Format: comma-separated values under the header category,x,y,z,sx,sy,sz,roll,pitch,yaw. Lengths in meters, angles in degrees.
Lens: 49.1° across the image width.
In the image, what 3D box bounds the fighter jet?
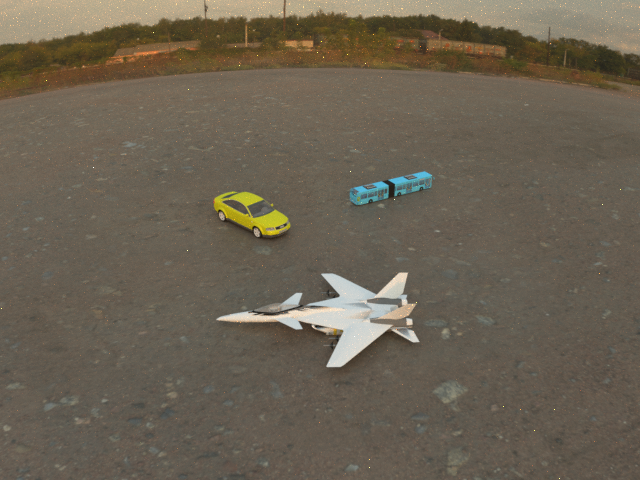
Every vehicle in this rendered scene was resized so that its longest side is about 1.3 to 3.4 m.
category,x,y,z,sx,sy,sz,roll,pitch,yaw
fighter jet,-0.066,0.890,9.305,2.640,0.557,2.229,-1,27,-1

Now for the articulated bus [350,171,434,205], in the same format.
category,x,y,z,sx,sy,sz,roll,pitch,yaw
articulated bus,1.365,-0.981,13.220,1.749,0.289,0.311,-15,31,-26

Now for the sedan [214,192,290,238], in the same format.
category,x,y,z,sx,sy,sz,roll,pitch,yaw
sedan,-1.184,-0.494,12.065,1.613,0.483,0.635,24,36,39
